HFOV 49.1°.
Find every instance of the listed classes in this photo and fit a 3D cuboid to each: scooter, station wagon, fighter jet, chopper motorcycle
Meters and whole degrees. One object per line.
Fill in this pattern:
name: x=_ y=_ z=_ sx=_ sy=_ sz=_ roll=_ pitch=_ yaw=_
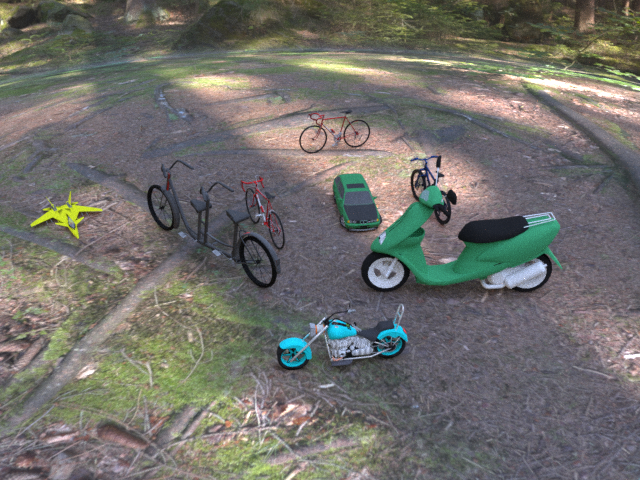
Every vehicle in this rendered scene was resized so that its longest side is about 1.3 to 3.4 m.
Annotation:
scooter: x=1.923 y=-0.071 z=9.339 sx=2.721 sy=1.786 sz=1.288 roll=0 pitch=29 yaw=0
station wagon: x=0.600 y=-0.686 z=11.785 sx=0.682 sy=0.473 sz=1.597 roll=-3 pitch=29 yaw=-6
fighter jet: x=-4.121 y=-0.388 z=11.444 sx=1.147 sy=0.286 sz=1.358 roll=-15 pitch=33 yaw=-25
chopper motorcycle: x=0.268 y=1.136 z=8.227 sx=1.563 sy=0.761 sz=0.466 roll=-4 pitch=29 yaw=-8

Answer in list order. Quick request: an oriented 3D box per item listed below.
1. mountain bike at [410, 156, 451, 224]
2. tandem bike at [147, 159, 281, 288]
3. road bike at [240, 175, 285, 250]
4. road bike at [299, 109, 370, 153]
mountain bike: x=1.855 y=-0.879 z=11.728 sx=0.573 sy=0.868 sz=1.469 roll=-9 pitch=30 yaw=-15
tandem bike: x=-1.669 y=-0.327 z=10.269 sx=0.550 sy=1.326 sz=3.192 roll=-26 pitch=38 yaw=-38
road bike: x=-0.883 y=-0.460 z=10.994 sx=0.358 sy=0.852 sz=1.545 roll=-14 pitch=32 yaw=-23
road bike: x=0.309 y=-2.208 z=14.124 sx=1.545 sy=0.852 sz=0.358 roll=-10 pitch=31 yaw=-18
